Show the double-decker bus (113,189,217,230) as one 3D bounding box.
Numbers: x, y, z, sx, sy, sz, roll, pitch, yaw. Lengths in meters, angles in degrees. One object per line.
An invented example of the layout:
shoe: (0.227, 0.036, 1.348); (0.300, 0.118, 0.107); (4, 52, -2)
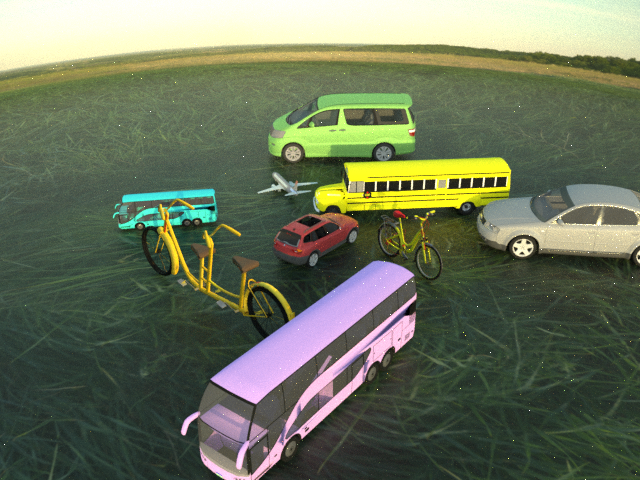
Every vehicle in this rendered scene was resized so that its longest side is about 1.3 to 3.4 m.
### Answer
double-decker bus: (-2.549, -0.507, 11.590); (1.672, 0.541, 0.389); (-5, 28, -9)

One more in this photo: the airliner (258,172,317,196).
airliner: (-0.641, -1.102, 12.835); (1.161, 0.429, 1.307); (-11, 30, -21)

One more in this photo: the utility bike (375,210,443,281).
utility bike: (1.335, -0.043, 10.281); (0.535, 0.946, 1.435); (-19, 33, -31)

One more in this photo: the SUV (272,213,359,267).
SUV: (-0.041, -0.107, 10.792); (0.656, 0.580, 1.572); (21, 34, 34)

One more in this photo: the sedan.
sedan: (4.044, -0.322, 10.815); (3.137, 0.940, 1.235); (4, 28, 7)

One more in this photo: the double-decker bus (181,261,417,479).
double-decker bus: (-0.035, 1.334, 7.562); (0.756, 1.052, 3.251); (19, 34, 32)

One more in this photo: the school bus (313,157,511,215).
school bus: (1.549, -0.906, 12.022); (3.322, 0.844, 0.709); (-3, 28, -5)

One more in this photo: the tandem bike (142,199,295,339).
tandem bike: (-1.458, 0.316, 9.195); (3.192, 1.326, 0.550); (24, 36, 38)

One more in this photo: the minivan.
minivan: (0.437, -2.333, 14.344); (3.011, 1.197, 1.324); (0, 28, 0)
